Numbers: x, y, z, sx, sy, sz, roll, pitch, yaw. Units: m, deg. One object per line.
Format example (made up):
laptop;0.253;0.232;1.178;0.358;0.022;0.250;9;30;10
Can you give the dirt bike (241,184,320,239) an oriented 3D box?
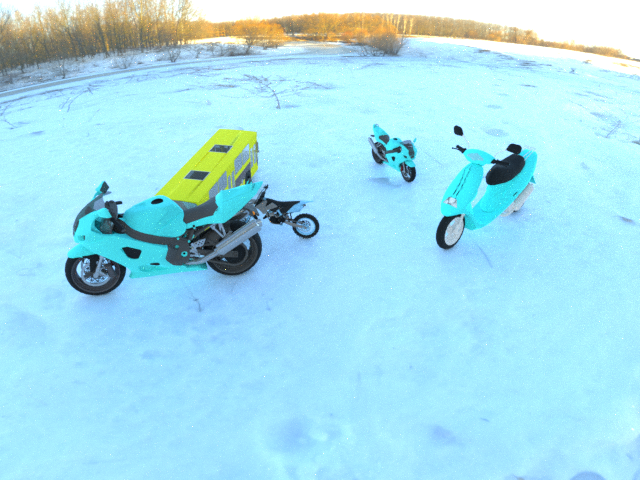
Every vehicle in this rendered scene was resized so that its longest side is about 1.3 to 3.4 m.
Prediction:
dirt bike;-0.751;-0.431;11.695;1.493;0.857;0.527;3;30;5

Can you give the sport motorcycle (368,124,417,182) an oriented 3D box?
sport motorcycle;1.478;-1.753;14.064;0.506;0.821;1.520;-15;33;-24

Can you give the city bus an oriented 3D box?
city bus;-1.962;-1.018;12.694;0.926;0.894;3.255;6;30;11

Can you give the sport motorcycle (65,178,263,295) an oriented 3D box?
sport motorcycle;-2.255;-0.044;10.264;2.955;1.596;0.983;-8;31;-14

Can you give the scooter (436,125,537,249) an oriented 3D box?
scooter;2.874;-1.002;11.761;2.721;1.786;1.288;-25;38;-37
